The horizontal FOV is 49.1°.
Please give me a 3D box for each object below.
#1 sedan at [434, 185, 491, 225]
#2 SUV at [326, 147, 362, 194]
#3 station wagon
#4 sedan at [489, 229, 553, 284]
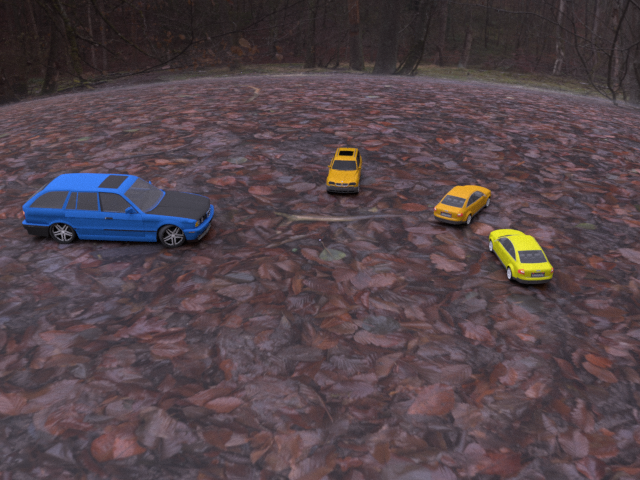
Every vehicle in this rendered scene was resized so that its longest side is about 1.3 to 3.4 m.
[{"bbox_3d":[2.600,-0.718,12.634,0.635,0.483,1.613,16,31,30],"label":"sedan"},{"bbox_3d":[0.500,-1.402,13.910,0.656,0.580,1.572,3,26,6],"label":"SUV"},{"bbox_3d":[-3.366,-0.568,11.837,3.105,0.920,1.327,2,26,4],"label":"station wagon"},{"bbox_3d":[3.087,0.168,10.840,0.635,0.483,1.613,-2,26,-5],"label":"sedan"}]
